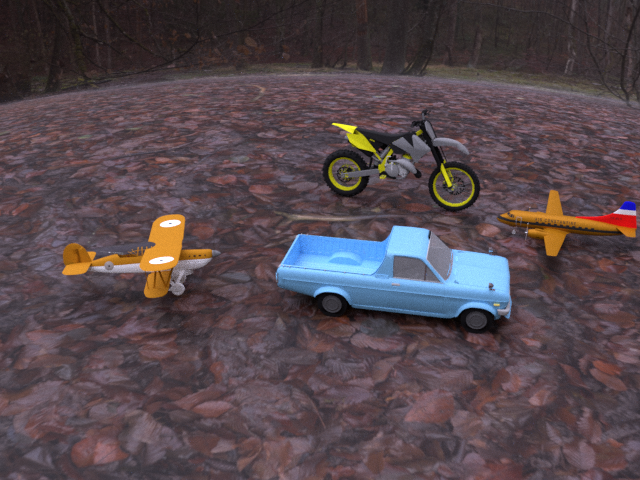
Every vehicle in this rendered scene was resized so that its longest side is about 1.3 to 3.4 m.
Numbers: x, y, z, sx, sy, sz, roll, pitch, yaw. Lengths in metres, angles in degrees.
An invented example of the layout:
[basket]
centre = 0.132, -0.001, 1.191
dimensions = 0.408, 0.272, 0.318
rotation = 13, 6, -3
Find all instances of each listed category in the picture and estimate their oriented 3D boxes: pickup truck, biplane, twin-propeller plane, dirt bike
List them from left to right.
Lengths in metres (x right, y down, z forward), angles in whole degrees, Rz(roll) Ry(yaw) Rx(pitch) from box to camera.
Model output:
[biplane]
centre = -2.443, 0.266, 9.708
dimensions = 2.120, 0.981, 2.598
rotation = -4, 26, -7
[pickup truck]
centre = 1.012, 0.399, 9.420
dimensions = 3.117, 0.993, 1.244
rotation = 6, 26, 11
[dirt bike]
centre = 1.413, -1.419, 12.394
dimensions = 2.903, 1.666, 1.024
rotation = 9, 27, 19
[twin-propeller plane]
centre = 3.929, -0.352, 11.197
dimensions = 2.129, 0.792, 2.663
rotation = 8, 27, 16
